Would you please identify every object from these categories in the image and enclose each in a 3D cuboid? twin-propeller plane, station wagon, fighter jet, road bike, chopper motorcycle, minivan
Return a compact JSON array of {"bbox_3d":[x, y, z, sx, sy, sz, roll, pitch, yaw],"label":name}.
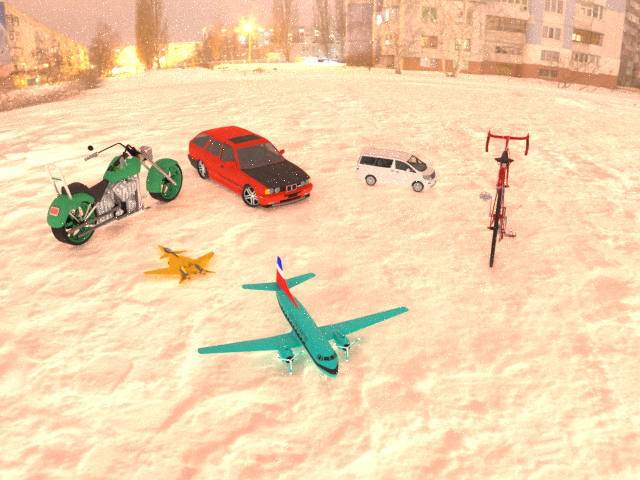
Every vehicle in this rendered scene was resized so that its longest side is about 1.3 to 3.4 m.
[{"bbox_3d":[-0.211,0.933,8.496,2.663,0.792,2.129,-9,27,-19],"label":"twin-propeller plane"},{"bbox_3d":[-1.396,-1.501,13.493,1.327,0.920,3.105,-18,30,-32],"label":"station wagon"},{"bbox_3d":[-2.164,0.237,10.558,1.147,0.286,1.358,-18,31,-33],"label":"fighter jet"},{"bbox_3d":[2.867,-0.770,11.087,0.696,1.656,3.004,7,26,15],"label":"road bike"},{"bbox_3d":[-3.346,-0.977,11.731,0.906,1.480,3.040,12,28,24],"label":"chopper motorcycle"},{"bbox_3d":[1.490,-1.379,13.591,1.548,0.616,0.681,10,27,19],"label":"minivan"}]
